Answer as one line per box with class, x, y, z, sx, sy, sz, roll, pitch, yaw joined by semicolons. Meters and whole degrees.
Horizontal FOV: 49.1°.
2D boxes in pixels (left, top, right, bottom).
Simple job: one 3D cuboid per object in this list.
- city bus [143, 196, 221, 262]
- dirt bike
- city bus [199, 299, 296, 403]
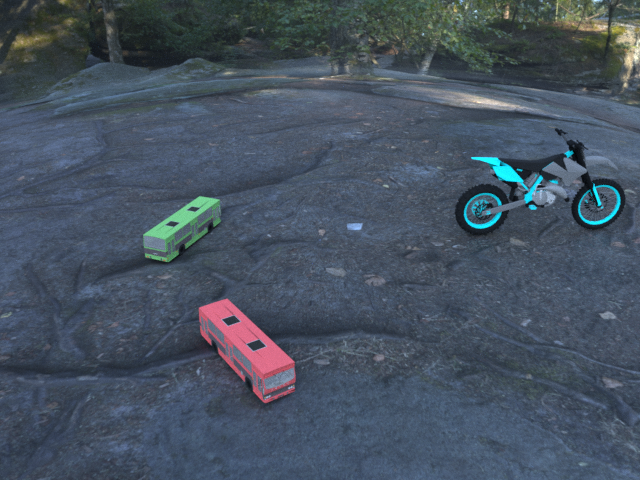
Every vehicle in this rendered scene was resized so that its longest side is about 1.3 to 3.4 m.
city bus;-2.207;-0.179;11.424;0.476;0.460;1.674;10;28;20
dirt bike;3.673;-0.888;11.495;2.903;1.666;1.024;-2;26;-5
city bus;-0.907;1.310;8.422;0.476;0.460;1.674;-17;31;-30
